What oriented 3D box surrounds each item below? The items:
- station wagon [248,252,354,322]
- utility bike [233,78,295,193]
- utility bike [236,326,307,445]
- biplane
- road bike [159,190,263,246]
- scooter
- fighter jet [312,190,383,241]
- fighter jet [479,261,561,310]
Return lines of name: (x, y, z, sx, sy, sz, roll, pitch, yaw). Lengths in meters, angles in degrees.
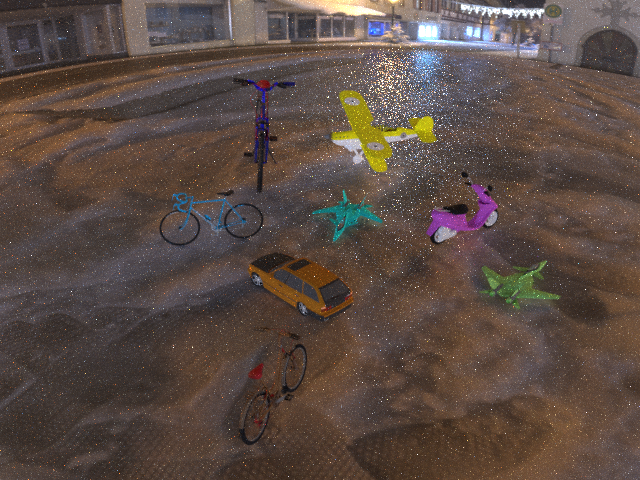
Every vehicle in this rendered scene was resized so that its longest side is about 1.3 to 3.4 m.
station wagon: (-0.294, 0.512, 9.267, 0.682, 0.473, 1.597, -25, 38, -37)
utility bike: (-0.961, -2.091, 12.497, 1.039, 1.839, 2.791, -2, 29, -3)
utility bike: (-0.520, 1.406, 7.197, 0.535, 0.946, 1.435, 13, 32, 22)
biplane: (1.125, -1.970, 13.158, 2.120, 0.981, 2.598, -6, 30, -10)
road bike: (-1.611, -0.341, 10.397, 1.545, 0.852, 0.358, -7, 30, -12)
scooter: (2.197, -0.465, 10.549, 1.399, 0.919, 0.662, -16, 33, -27)
fighter jet: (0.401, -0.374, 11.031, 1.147, 0.286, 1.358, 8, 30, 14)
fighter jet: (2.785, 0.467, 9.537, 1.147, 0.286, 1.358, 24, 37, 36)
